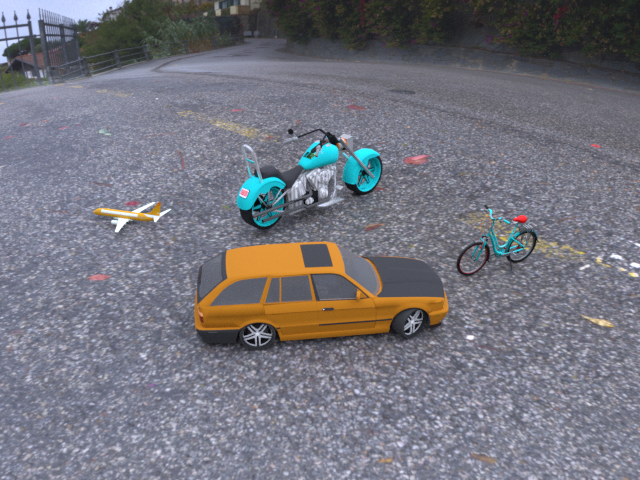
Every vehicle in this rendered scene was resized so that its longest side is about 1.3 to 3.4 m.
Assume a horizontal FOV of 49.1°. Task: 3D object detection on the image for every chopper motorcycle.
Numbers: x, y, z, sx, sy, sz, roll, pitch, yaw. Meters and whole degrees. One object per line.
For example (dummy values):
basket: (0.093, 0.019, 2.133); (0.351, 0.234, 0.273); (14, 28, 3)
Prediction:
chopper motorcycle: (-0.074, -1.147, 11.334); (3.040, 1.480, 0.906); (-23, 35, -38)

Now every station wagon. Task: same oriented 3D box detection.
station wagon: (0.021, 0.575, 8.596); (3.105, 0.920, 1.327); (-3, 27, -7)

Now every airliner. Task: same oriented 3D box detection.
airliner: (-3.080, -0.480, 11.186); (1.307, 0.429, 1.161); (8, 28, 16)

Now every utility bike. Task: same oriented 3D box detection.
utility bike: (2.532, 0.010, 9.667); (1.435, 0.946, 0.535); (-13, 30, -23)
